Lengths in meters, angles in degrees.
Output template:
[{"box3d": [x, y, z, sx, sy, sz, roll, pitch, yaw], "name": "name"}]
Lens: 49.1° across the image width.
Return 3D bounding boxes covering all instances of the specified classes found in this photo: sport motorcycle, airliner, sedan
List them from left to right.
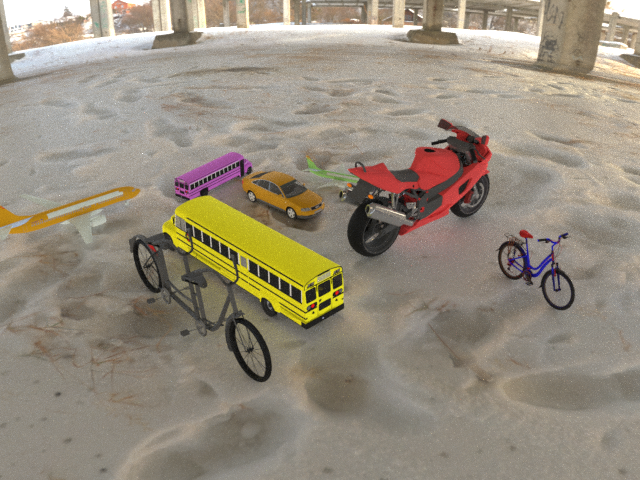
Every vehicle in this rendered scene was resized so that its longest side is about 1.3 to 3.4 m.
[{"box3d": [-3.954, -0.614, 10.996, 2.541, 0.835, 2.257, -26, 39, -38], "name": "airliner"}, {"box3d": [-0.623, -0.814, 11.707, 1.613, 0.483, 0.635, 24, 37, 36], "name": "sedan"}, {"box3d": [0.328, -1.217, 12.473, 1.307, 0.429, 1.161, 12, 32, 20], "name": "airliner"}, {"box3d": [1.561, -0.778, 10.513, 2.955, 1.596, 0.983, -21, 35, -32], "name": "sport motorcycle"}]

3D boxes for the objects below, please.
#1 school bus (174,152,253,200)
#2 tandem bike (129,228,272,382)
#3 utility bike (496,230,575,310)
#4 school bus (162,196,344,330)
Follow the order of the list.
[{"box3d": [-1.835, -1.164, 12.374, 0.365, 0.434, 1.708, 19, 35, 30], "name": "school bus"}, {"box3d": [-1.557, 0.536, 8.466, 0.550, 1.326, 3.192, -23, 37, -34], "name": "tandem bike"}, {"box3d": [2.906, 0.267, 9.326, 0.535, 0.946, 1.435, -16, 33, -25], "name": "utility bike"}, {"box3d": [-1.070, 0.166, 9.607, 0.709, 0.844, 3.322, -25, 38, -37], "name": "school bus"}]
